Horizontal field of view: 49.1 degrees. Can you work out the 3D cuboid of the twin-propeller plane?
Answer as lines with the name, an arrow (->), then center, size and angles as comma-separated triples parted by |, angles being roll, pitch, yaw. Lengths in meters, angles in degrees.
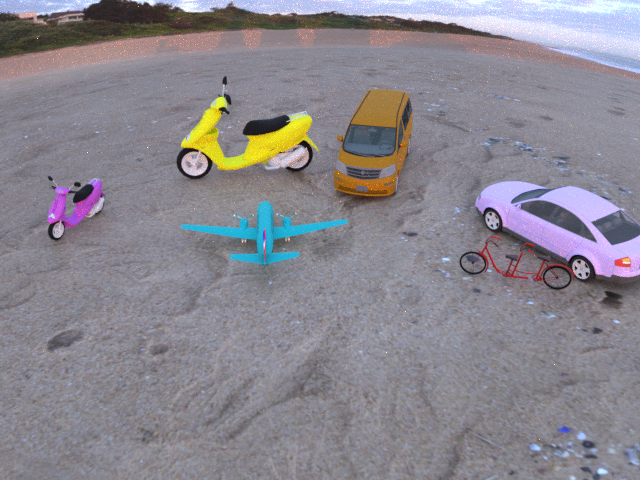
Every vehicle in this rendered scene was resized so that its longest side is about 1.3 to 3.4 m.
twin-propeller plane -> -0.867, -0.217, 11.013 | 2.663, 0.792, 2.129 | -2, 30, -3

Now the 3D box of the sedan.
sedan -> 3.826, -0.329, 11.058 | 1.235, 0.940, 3.137 | -19, 35, -29

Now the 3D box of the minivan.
minivan -> 1.087, -1.915, 13.524 | 1.324, 1.197, 3.011 | 7, 31, 11

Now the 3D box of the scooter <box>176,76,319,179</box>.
scooter -> -1.376, -2.051, 13.171 | 2.721, 1.786, 1.288 | -5, 31, -9

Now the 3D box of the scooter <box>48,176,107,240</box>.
scooter -> -4.069, -0.658, 11.643 | 0.662, 0.919, 1.399 | 12, 32, 20

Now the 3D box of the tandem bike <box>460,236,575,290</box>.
tandem bike -> 2.866, 0.328, 10.186 | 1.642, 0.682, 0.283 | 10, 32, 16
